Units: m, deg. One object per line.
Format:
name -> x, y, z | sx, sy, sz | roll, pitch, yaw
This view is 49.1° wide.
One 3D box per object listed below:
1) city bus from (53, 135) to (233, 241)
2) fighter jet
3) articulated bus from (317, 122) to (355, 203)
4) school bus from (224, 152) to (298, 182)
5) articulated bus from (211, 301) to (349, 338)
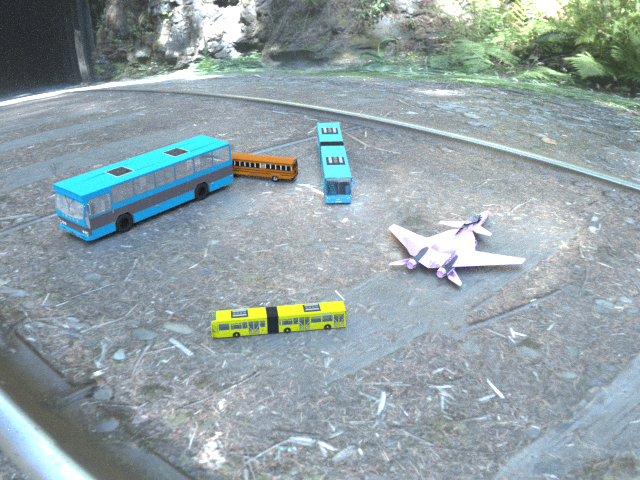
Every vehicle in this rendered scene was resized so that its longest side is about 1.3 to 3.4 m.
city bus -> -2.963, -0.951, 12.258 | 0.926, 0.894, 3.255 | 20, 33, 34
fighter jet -> 2.212, -0.155, 11.051 | 2.229, 0.557, 2.640 | 16, 31, 29
articulated bus -> 0.248, -1.616, 13.950 | 0.605, 0.561, 3.401 | -1, 27, -2
school bus -> -1.290, -1.444, 13.750 | 1.708, 0.434, 0.365 | 7, 28, 13
articulated bus -> -0.518, 1.021, 9.011 | 1.749, 0.289, 0.311 | -4, 27, -8
